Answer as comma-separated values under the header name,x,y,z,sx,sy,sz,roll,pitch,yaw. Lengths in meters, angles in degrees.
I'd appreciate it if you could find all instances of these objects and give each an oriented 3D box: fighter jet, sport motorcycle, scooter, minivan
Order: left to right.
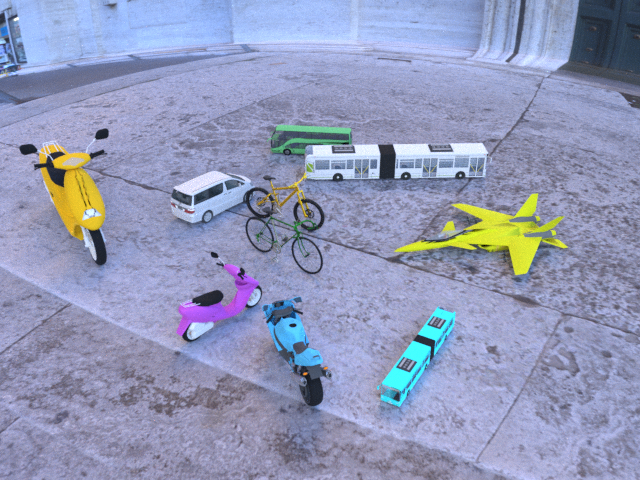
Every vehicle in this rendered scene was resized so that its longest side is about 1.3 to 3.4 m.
name,x,y,z,sx,sy,sz,roll,pitch,yaw
scooter,-3.879,-0.876,10.874,1.288,1.786,2.721,-18,35,-27
minivan,-1.792,-0.816,11.917,0.681,0.616,1.548,23,38,34
scooter,-1.287,0.714,9.058,0.662,0.919,1.399,26,39,36
sport motorcycle,-0.302,1.263,8.233,0.506,0.821,1.520,-12,33,-20
fighter jet,2.402,-0.150,10.858,2.640,0.557,2.229,-8,32,-13

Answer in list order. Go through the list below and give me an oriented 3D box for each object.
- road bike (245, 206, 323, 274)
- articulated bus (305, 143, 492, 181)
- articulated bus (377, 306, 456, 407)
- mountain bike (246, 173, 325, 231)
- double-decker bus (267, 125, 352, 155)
name,x,y,z,sx,sy,sz,roll,pitch,yaw
road bike,-0.556,-0.036,10.379,1.545,0.852,0.358,23,38,33
articulated bus,1.423,-1.463,13.053,3.401,0.561,0.605,-1,31,-2
articulated bus,1.220,1.384,8.550,0.311,0.289,1.749,17,35,26
mountain bike,-0.587,-0.643,11.379,1.469,0.868,0.573,15,34,23
double-decker bus,-0.201,-1.974,13.929,1.672,0.541,0.389,4,31,6
